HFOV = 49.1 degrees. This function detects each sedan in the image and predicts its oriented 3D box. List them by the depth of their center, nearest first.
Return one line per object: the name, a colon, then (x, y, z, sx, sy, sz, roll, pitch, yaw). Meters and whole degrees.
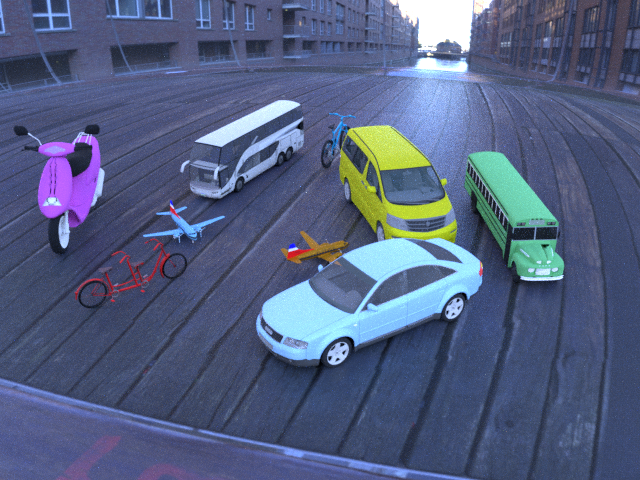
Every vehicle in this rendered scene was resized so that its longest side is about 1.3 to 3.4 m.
sedan: (0.675, 0.631, 8.848, 3.137, 0.940, 1.235, -17, 32, -29)

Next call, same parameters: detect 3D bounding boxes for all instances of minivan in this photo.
minivan: (1.224, -0.900, 11.537, 1.324, 1.197, 3.011, -7, 28, -13)

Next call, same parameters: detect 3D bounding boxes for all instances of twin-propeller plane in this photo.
twin-propeller plane: (-0.014, 0.127, 10.407, 1.095, 0.407, 1.370, -16, 31, -28)
twin-propeller plane: (-2.202, -0.288, 11.211, 1.370, 0.407, 1.095, -16, 31, -28)

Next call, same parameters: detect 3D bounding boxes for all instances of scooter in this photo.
scooter: (-4.002, -1.084, 11.249, 1.288, 1.786, 2.721, -1, 27, -3)

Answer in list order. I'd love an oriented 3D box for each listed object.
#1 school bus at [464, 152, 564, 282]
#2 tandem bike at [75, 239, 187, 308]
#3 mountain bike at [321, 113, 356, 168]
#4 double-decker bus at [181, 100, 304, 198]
school bus: (3.000, -0.435, 11.020, 0.709, 0.844, 3.322, -1, 27, -3)
tandem bike: (-2.551, 0.425, 9.529, 1.642, 0.682, 0.283, -20, 33, -34)
mountain bike: (0.344, -2.023, 14.070, 0.573, 0.868, 1.469, 12, 30, 21)
double-decker bus: (-1.351, -1.760, 13.361, 0.756, 1.052, 3.251, 14, 30, 24)
